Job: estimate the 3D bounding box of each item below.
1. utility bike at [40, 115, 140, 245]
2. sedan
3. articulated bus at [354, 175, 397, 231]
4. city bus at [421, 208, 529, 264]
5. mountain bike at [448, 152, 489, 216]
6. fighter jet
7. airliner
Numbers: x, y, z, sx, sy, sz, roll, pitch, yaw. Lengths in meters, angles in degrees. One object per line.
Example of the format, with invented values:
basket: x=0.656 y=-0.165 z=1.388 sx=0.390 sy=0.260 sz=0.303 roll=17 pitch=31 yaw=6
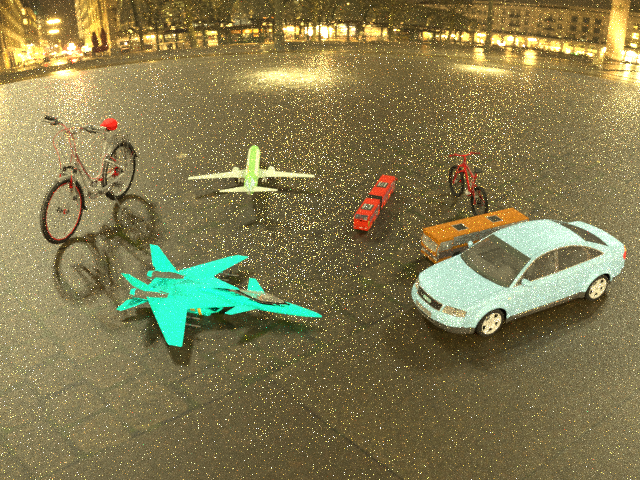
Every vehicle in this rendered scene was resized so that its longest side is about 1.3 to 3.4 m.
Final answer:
utility bike: x=-3.583 y=-1.174 z=11.221 sx=1.039 sy=1.839 sz=2.791 roll=8 pitch=30 yaw=14
sedan: x=2.691 y=0.361 z=9.367 sx=3.137 sy=0.940 sz=1.235 roll=-14 pitch=32 yaw=-24
articulated bus: x=0.946 y=-0.653 z=11.881 sx=0.311 sy=0.289 sz=1.749 roll=10 pitch=30 yaw=17
city bus: x=2.354 y=-0.055 z=10.619 sx=1.674 sy=0.460 sz=0.476 roll=-13 pitch=31 yaw=-22
mountain bike: x=2.510 y=-0.957 z=11.832 sx=0.573 sy=0.868 sz=1.469 roll=-7 pitch=30 yaw=-12
fighter jet: x=-1.243 y=0.658 z=9.224 sx=2.640 sy=0.557 sz=2.229 roll=8 pitch=30 yaw=14
airliner: x=-1.240 y=-1.428 z=12.722 sx=2.257 sy=0.835 sz=2.541 roll=-1 pitch=29 yaw=-2
